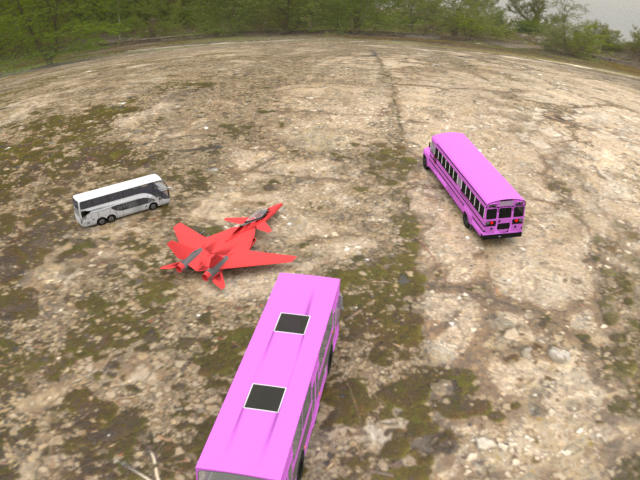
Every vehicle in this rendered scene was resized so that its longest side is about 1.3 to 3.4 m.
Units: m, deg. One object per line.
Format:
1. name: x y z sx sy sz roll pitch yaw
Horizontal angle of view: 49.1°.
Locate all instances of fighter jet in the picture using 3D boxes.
1. fighter jet: -1.274 -0.188 11.106 2.229 0.557 2.640 15 34 24

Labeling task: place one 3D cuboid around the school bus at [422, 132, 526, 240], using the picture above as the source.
1. school bus: 2.588 -1.085 12.324 0.709 0.844 3.322 -5 31 -9

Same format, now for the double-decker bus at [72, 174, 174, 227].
1. double-decker bus: -3.347 -0.694 11.966 1.672 0.541 0.389 -20 36 -30

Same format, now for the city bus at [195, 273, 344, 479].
1. city bus: -0.427 1.637 7.734 0.926 0.894 3.255 6 31 9
